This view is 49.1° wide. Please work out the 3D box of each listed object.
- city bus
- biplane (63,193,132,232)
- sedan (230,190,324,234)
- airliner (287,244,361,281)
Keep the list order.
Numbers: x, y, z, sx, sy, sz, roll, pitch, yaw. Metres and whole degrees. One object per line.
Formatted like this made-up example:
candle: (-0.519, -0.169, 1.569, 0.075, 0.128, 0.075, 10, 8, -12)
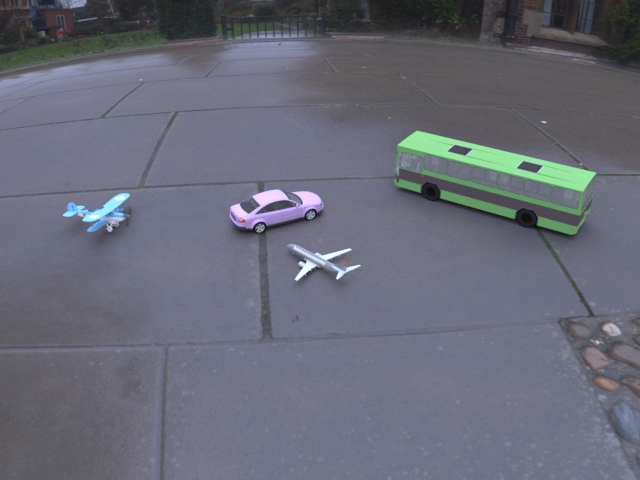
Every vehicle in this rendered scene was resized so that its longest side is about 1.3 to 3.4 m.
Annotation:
city bus: (2.897, -0.989, 11.937, 3.255, 0.894, 0.926, 19, 36, 28)
biplane: (-3.591, -0.428, 11.394, 1.090, 0.504, 1.336, 6, 32, 10)
sedan: (-0.703, -0.555, 11.623, 1.613, 0.483, 0.635, -15, 35, -23)
airliner: (-0.043, 0.221, 10.408, 1.307, 0.429, 1.161, 27, 41, 37)
